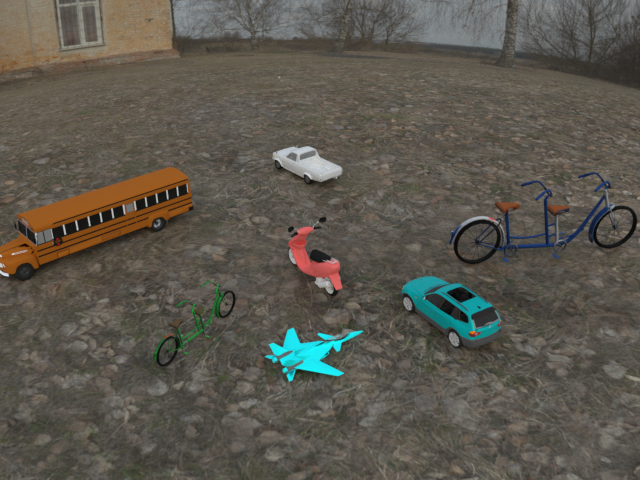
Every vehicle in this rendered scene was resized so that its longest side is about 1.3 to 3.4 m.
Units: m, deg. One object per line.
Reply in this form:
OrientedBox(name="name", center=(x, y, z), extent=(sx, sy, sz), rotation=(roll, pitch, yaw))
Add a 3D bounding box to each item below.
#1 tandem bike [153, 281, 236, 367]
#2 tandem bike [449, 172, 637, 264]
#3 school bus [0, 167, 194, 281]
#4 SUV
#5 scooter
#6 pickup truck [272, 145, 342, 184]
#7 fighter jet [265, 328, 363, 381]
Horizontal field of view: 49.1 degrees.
OrientedBox(name="tandem bike", center=(-1.612, 1.024, 9.133), extent=(0.283, 0.682, 1.642), rotation=(16, 33, 27))
OrientedBox(name="tandem bike", center=(3.549, -0.322, 10.904), extent=(3.192, 1.326, 0.550), rotation=(-6, 29, -10))
OrientedBox(name="school bus", center=(-3.653, -0.325, 11.407), extent=(3.322, 0.844, 0.709), rotation=(-24, 37, -37))
OrientedBox(name="SUV", center=(1.761, 0.881, 9.496), extent=(0.656, 0.580, 1.572), rotation=(-17, 33, -28))
OrientedBox(name="scooter", center=(-0.101, 0.205, 10.371), extent=(0.662, 0.919, 1.399), rotation=(-17, 33, -28))
OrientedBox(name="pickup truck", center=(-0.273, -1.551, 13.972), extent=(0.640, 0.511, 1.603), rotation=(-22, 36, -34))
OrientedBox(name="fighter jet", center=(0.018, 1.329, 8.989), extent=(1.358, 0.286, 1.147), rotation=(-19, 34, -30))
